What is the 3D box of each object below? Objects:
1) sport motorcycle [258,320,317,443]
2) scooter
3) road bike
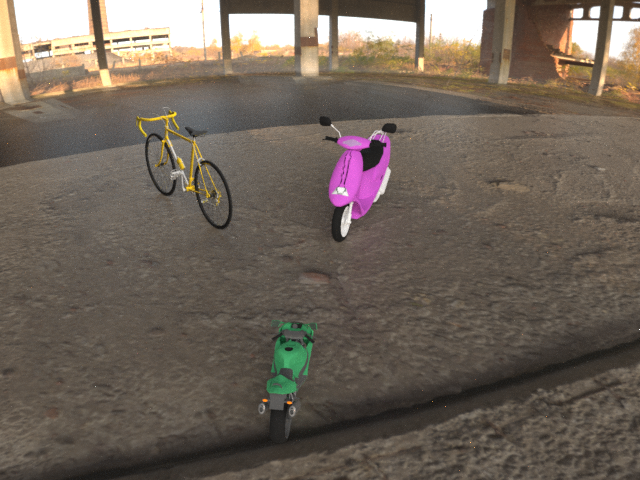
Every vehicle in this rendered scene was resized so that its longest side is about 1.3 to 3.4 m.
[{"bbox_3d":[-0.328,1.421,7.392,0.506,0.821,1.520,3,26,7],"label":"sport motorcycle"},{"bbox_3d":[0.694,-1.223,11.710,1.288,1.786,2.721,9,27,18],"label":"scooter"},{"bbox_3d":[-2.323,-1.271,11.957,0.696,1.656,3.004,-19,32,-34],"label":"road bike"}]
